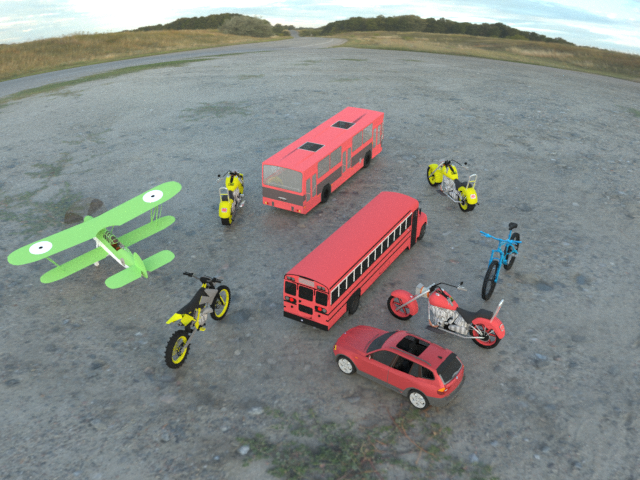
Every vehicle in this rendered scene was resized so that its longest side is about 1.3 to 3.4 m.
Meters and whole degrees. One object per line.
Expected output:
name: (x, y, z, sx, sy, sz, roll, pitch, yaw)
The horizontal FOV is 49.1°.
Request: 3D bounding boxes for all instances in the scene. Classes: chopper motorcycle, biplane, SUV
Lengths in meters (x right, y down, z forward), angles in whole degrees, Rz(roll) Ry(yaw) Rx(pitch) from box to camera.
chopper motorcycle: (2.274, -1.060, 12.123, 0.466, 0.761, 1.563, -10, 31, -17)
biplane: (-2.939, 0.092, 9.862, 2.598, 0.981, 2.120, -21, 36, -33)
SUV: (0.887, 1.356, 8.032, 1.572, 0.580, 0.656, 20, 35, 32)
chopper motorcycle: (-1.468, -0.836, 11.727, 0.466, 0.761, 1.563, 2, 30, 3)
chopper motorcycle: (1.562, 0.848, 8.748, 1.563, 0.761, 0.466, 18, 34, 29)

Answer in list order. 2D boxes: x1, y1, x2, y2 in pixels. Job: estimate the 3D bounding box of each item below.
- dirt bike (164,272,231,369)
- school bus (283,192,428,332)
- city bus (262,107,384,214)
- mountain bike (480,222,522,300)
dirt bike: (-1.492, 0.885, 8.585, 0.527, 0.857, 1.493, 11, 31, 19)
school bus: (0.644, 0.129, 9.936, 0.709, 0.844, 3.322, 16, 33, 26)
city bus: (0.147, -1.486, 12.743, 0.926, 0.894, 3.255, 15, 33, 24)
mountain bike: (2.545, 0.220, 9.750, 0.573, 0.868, 1.469, 17, 33, 27)
